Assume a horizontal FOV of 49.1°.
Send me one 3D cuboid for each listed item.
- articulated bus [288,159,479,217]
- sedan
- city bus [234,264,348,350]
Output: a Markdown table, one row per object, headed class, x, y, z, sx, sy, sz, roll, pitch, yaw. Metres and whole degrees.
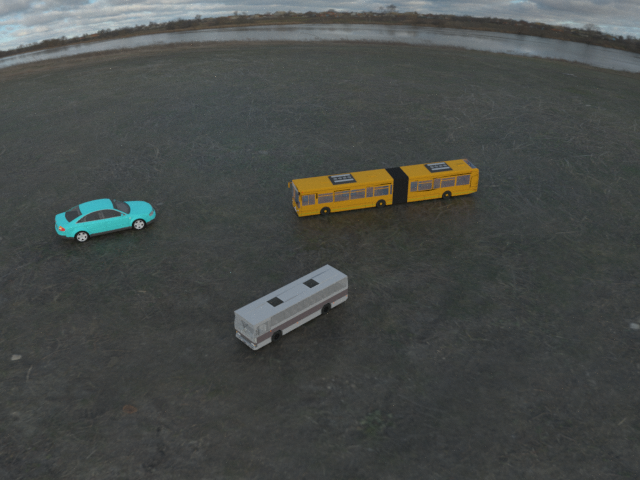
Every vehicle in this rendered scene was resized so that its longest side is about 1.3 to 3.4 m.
| class | x | y | z | sx | sy | sz | roll | pitch | yaw |
| --- | --- | --- | --- | --- | --- | --- | --- | --- | --- |
| articulated bus | 1.162 | -0.943 | 12.435 | 3.401 | 0.561 | 0.605 | -8 | 32 | -13 |
| sedan | -3.552 | -0.404 | 11.601 | 1.613 | 0.483 | 0.635 | -14 | 33 | -22 |
| city bus | -0.359 | 0.898 | 9.431 | 1.674 | 0.460 | 0.476 | -25 | 39 | -36 |
